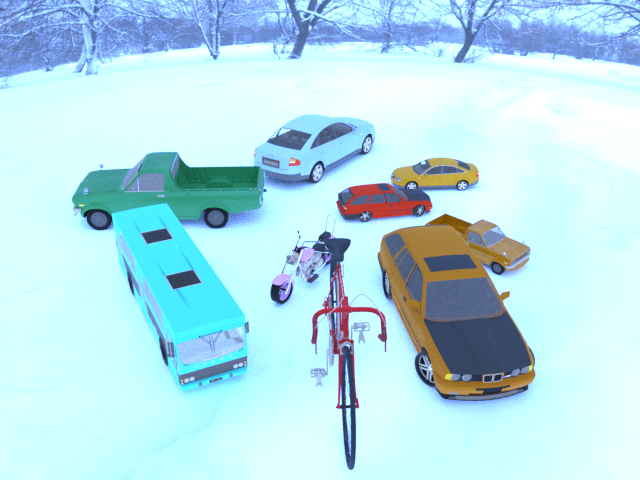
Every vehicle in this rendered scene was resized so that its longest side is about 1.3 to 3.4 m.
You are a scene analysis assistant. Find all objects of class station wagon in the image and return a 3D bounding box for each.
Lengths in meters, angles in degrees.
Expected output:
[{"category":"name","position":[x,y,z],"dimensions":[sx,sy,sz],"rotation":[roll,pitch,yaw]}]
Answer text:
[{"category":"station wagon","position":[1.095,-0.679,11.755],"dimensions":[1.597,0.473,0.682],"rotation":[-6,28,-11]},{"category":"station wagon","position":[1.592,0.705,8.668],"dimensions":[1.327,0.920,3.105],"rotation":[-4,28,-8]}]

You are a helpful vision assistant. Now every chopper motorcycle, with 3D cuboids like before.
[{"category":"chopper motorcycle","position":[-0.201,0.249,9.698],"dimensions":[0.466,0.761,1.563],"rotation":[16,32,27]}]

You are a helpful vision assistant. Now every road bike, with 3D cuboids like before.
[{"category":"road bike","position":[0.222,0.950,7.422],"dimensions":[0.696,1.656,3.004],"rotation":[-1,28,-3]}]

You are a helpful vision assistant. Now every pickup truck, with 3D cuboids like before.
[{"category":"pickup truck","position":[2.335,-0.020,10.472],"dimensions":[0.640,0.511,1.603],"rotation":[-25,37,-39]},{"category":"pickup truck","position":[-2.458,-0.878,11.575],"dimensions":[3.117,0.993,1.244],"rotation":[-1,28,-2]}]

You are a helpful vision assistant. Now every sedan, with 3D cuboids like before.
[{"category":"sedan","position":[-0.021,-1.964,13.680],"dimensions":[1.235,0.940,3.137],"rotation":[18,33,30]},{"category":"sedan","position":[2.098,-1.225,12.775],"dimensions":[1.613,0.483,0.635],"rotation":[-2,28,-3]}]

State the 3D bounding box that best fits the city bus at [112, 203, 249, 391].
[{"category":"city bus","position":[-1.865,0.604,8.886],"dimensions":[0.926,0.894,3.255],"rotation":[-13,31,-23]}]
